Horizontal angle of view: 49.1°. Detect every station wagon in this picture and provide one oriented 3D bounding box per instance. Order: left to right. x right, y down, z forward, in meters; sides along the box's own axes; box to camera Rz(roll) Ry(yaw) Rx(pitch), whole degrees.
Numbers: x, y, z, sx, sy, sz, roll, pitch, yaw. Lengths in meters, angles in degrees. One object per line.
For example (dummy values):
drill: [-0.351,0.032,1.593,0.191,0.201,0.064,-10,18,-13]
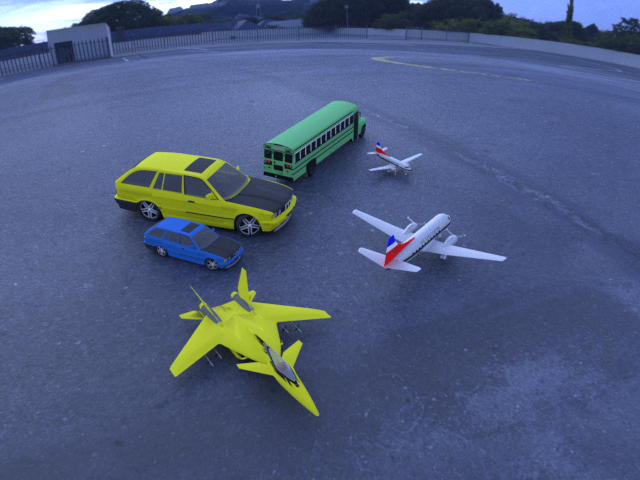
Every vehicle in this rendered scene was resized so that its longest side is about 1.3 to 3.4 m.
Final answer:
station wagon: [-1.978,0.017,10.954,1.597,0.473,0.682,14,33,22]
station wagon: [-1.958,-0.868,12.044,3.105,0.920,1.327,9,31,16]

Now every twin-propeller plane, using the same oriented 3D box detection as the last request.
twin-propeller plane: [1.442,-1.603,13.833,1.370,0.407,1.095,-20,35,-31]
twin-propeller plane: [1.532,-0.073,10.792,2.663,0.792,2.129,20,35,30]

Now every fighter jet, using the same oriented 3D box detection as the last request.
fighter jet: [-0.726,1.263,8.708,2.229,0.557,2.640,-18,34,-28]

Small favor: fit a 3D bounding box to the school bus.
school bus: [0.008,-2.101,14.260,0.709,0.844,3.322,15,33,24]
